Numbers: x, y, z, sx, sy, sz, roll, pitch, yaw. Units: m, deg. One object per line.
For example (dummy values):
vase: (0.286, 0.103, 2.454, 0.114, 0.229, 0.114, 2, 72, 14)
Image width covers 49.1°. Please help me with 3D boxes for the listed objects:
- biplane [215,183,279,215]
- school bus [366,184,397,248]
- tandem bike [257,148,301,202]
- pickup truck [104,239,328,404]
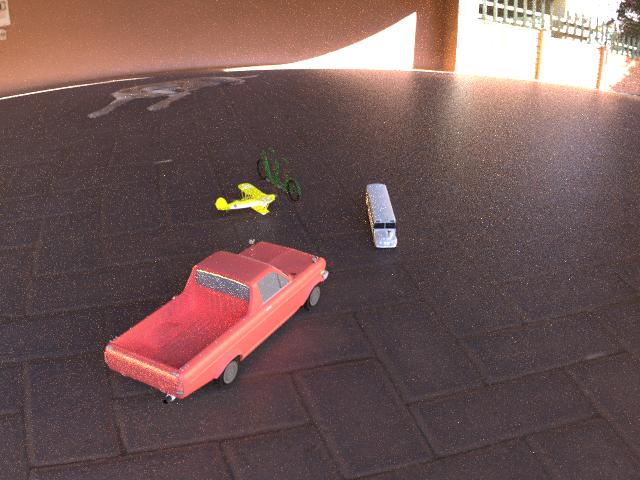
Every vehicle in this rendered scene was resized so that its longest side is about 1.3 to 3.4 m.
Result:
biplane: (-1.233, -0.647, 11.830, 1.090, 0.504, 1.336, -12, 30, -23)
school bus: (0.993, -0.397, 11.422, 0.365, 0.434, 1.708, -1, 27, -1)
tandem bike: (-0.779, -1.220, 12.749, 0.283, 0.682, 1.642, -16, 31, -28)
pickup truck: (-1.117, 0.784, 8.518, 1.244, 0.993, 3.117, 15, 31, 27)
